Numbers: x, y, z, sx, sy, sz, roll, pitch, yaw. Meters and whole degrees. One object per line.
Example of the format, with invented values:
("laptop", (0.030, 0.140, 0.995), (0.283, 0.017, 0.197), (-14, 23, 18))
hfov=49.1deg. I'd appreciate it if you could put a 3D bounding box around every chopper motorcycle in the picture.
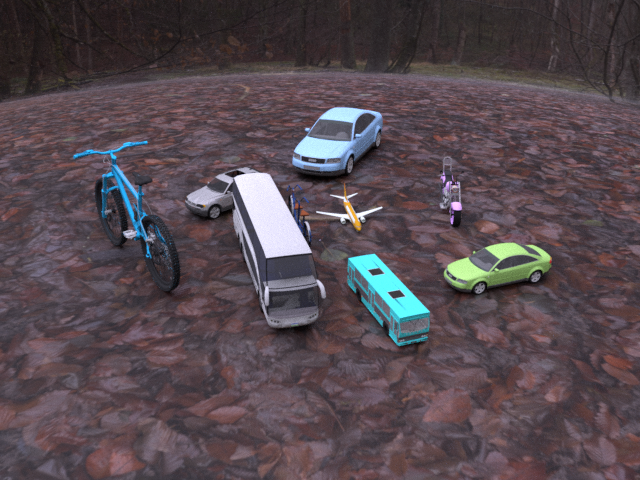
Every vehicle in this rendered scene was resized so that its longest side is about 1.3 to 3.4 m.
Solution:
("chopper motorcycle", (2.282, -0.852, 12.152), (0.466, 0.761, 1.563), (1, 26, 1))

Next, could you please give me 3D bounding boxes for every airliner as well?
("airliner", (0.535, -0.546, 11.902), (1.161, 0.429, 1.307), (-4, 26, -9))

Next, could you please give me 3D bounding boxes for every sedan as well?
("sedan", (0.419, -2.186, 14.684), (1.235, 0.940, 3.137), (10, 28, 20))
("sedan", (2.543, 0.352, 10.000), (1.613, 0.483, 0.635), (-10, 28, -19))

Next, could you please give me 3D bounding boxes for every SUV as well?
("SUV", (-1.636, -0.869, 12.393), (1.572, 0.580, 0.656), (-23, 34, -38))

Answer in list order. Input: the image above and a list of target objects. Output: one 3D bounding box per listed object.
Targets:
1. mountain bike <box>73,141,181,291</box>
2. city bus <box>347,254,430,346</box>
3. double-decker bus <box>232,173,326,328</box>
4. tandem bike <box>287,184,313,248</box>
("mountain bike", (-2.736, -0.404, 10.175), (1.114, 1.688, 2.857), (-18, 31, -32))
("city bus", (0.858, 0.764, 9.181), (0.476, 0.460, 1.674), (-9, 27, -18))
("double-decker bus", (-0.696, 0.071, 9.927), (0.756, 1.052, 3.251), (-6, 27, -13))
("tandem bike", (-0.343, -0.442, 11.401), (0.283, 0.682, 1.642), (-6, 27, -12))
